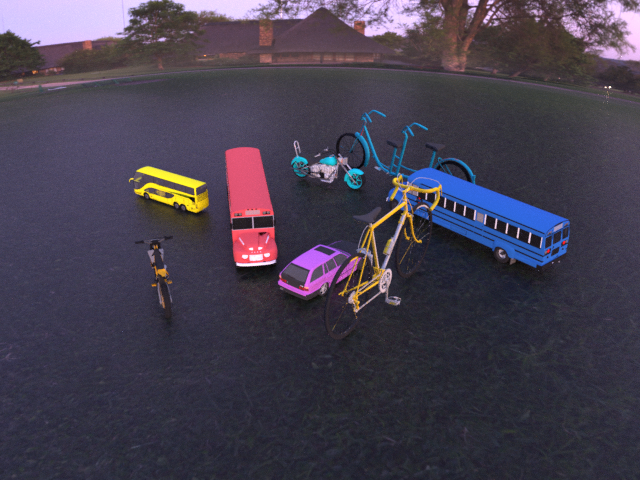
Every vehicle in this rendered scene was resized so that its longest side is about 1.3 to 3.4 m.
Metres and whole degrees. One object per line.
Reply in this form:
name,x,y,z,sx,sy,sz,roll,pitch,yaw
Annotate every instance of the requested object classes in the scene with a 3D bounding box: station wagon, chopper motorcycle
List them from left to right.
station wagon,0.095,0.346,10.432,0.682,0.473,1.597,21,34,34
chopper motorcycle,0.147,-1.443,13.517,1.563,0.761,0.466,13,30,23

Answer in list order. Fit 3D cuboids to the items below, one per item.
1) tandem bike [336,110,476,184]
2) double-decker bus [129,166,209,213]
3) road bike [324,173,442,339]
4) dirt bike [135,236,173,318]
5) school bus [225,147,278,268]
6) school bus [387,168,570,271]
tandem bike,1.549,-1.662,13.326,3.192,1.326,0.550,22,35,35
double-decker bus,-2.761,-0.939,12.796,1.672,0.541,0.389,17,32,29
road bike,0.886,0.142,9.549,0.697,1.656,3.004,17,32,29
dirt bike,-2.268,0.432,9.856,0.527,0.857,1.493,-9,29,-17
school bus,-1.205,-0.613,11.853,0.709,0.844,3.322,-4,28,-8
school bus,2.456,-0.452,11.548,0.709,0.844,3.322,-22,35,-35
